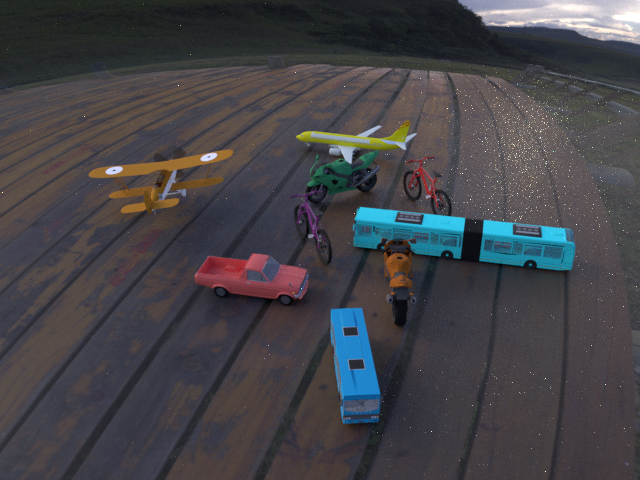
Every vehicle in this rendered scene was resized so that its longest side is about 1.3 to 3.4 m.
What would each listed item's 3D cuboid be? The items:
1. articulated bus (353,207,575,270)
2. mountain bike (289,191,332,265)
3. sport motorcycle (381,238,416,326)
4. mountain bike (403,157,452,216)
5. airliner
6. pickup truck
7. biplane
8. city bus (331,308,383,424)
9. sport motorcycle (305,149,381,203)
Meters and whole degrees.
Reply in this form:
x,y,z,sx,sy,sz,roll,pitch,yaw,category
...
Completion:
x,y,z,sx,sy,sz,roll,pitch,yaw,category
2.199,-0.030,11.013,3.401,0.561,0.605,7,30,12,articulated bus
-0.124,-0.235,11.066,0.573,0.868,1.469,-12,31,-20,mountain bike
1.096,0.527,9.749,0.506,0.821,1.520,1,29,2,sport motorcycle
1.882,-0.928,12.307,0.573,0.868,1.469,-13,32,-23,mountain bike
0.684,-2.232,14.677,2.541,0.835,2.257,10,31,17,airliner
-0.977,0.506,10.104,1.603,0.511,0.640,6,30,11,pickup truck
-2.817,-0.953,12.236,2.598,0.981,2.120,0,29,1,biplane
0.397,1.478,8.415,0.476,0.460,1.674,-2,29,-4,city bus
0.415,-1.168,12.785,1.520,0.821,0.506,-15,32,-24,sport motorcycle
